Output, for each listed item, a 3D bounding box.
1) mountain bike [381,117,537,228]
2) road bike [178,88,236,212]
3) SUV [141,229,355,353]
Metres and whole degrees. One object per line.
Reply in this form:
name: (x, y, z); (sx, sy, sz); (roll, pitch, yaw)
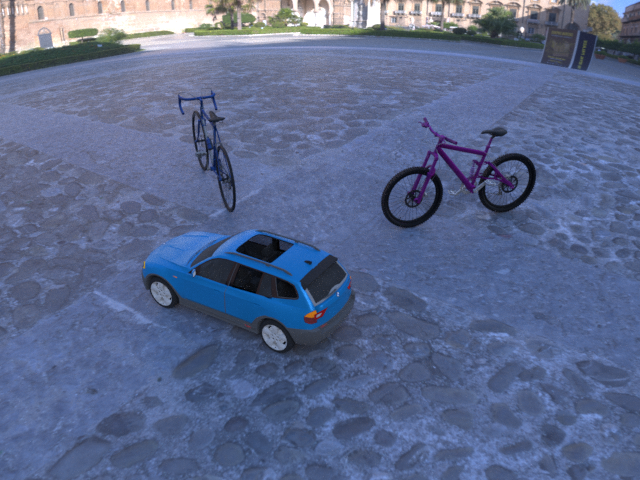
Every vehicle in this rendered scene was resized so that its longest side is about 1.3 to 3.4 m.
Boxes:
mountain bike: (2.355, -1.096, 11.577); (2.857, 1.688, 1.114); (-9, 32, -15)
road bike: (-1.965, -1.694, 12.633); (0.696, 1.656, 3.004); (-11, 32, -19)
SUV: (-1.024, 0.463, 9.462); (3.058, 1.128, 1.276); (17, 34, 26)
